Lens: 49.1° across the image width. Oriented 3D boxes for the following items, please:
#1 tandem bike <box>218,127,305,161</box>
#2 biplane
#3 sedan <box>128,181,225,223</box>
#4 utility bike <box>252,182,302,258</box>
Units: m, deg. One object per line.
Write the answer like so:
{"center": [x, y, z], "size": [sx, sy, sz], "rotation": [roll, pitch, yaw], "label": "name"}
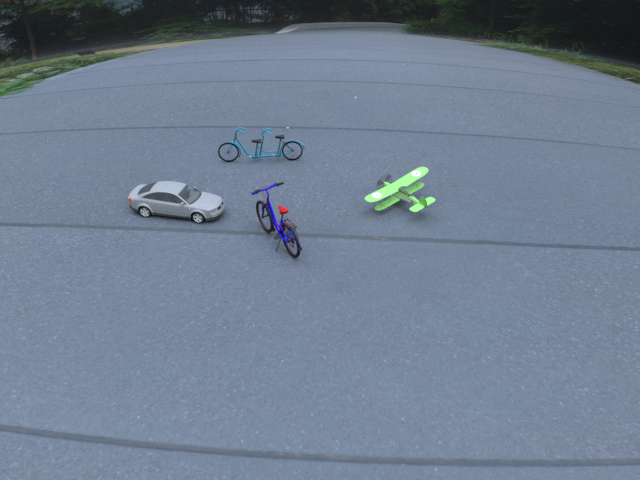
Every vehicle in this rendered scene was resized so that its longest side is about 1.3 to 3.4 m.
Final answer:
{"center": [-1.109, -1.796, 13.199], "size": [1.642, 0.682, 0.283], "rotation": [-2, 32, -3], "label": "tandem bike"}
{"center": [1.388, -0.744, 11.661], "size": [1.336, 0.504, 1.090], "rotation": [-22, 38, -31], "label": "biplane"}
{"center": [-2.370, -0.673, 11.566], "size": [1.613, 0.483, 0.635], "rotation": [7, 32, 11], "label": "sedan"}
{"center": [-0.689, -0.324, 10.559], "size": [0.535, 0.946, 1.435], "rotation": [-17, 36, -26], "label": "utility bike"}
